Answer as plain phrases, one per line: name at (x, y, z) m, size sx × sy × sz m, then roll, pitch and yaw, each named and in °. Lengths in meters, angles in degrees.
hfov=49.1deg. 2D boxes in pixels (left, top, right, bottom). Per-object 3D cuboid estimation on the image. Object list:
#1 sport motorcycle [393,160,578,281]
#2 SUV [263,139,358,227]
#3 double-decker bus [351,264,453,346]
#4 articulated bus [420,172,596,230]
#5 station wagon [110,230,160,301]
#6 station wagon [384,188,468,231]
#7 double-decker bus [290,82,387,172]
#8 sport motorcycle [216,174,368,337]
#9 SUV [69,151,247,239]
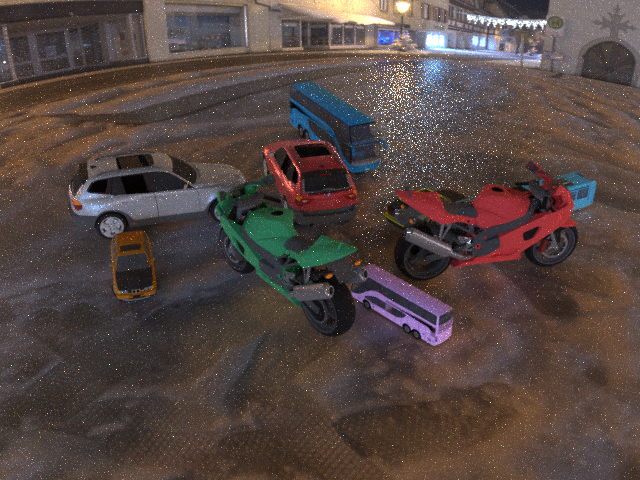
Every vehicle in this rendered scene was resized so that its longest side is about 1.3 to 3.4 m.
sport motorcycle at (2.489, -0.204, 10.337) m, size 2.955 × 1.596 × 0.983 m, roll -5°, pitch 30°, yaw -9°
SUV at (-0.225, -1.261, 12.676) m, size 1.276 × 1.128 × 3.058 m, roll -7°, pitch 30°, yaw -13°
double-decker bus at (1.070, 0.843, 9.557) m, size 0.389 × 0.541 × 1.672 m, roll -24°, pitch 37°, yaw -35°
articulated bus at (3.291, -0.556, 12.007) m, size 3.401 × 0.561 × 0.605 m, roll -14°, pitch 32°, yaw -23°
station wagon at (-2.818, 0.332, 10.528) m, size 0.682 × 0.473 × 1.597 m, roll -8°, pitch 31°, yaw -14°
station wagon at (1.900, -0.620, 12.208) m, size 1.597 × 0.473 × 0.682 m, roll -19°, pitch 35°, yaw -30°
double-decker bus at (0.271, -2.402, 14.766) m, size 0.756 × 1.052 × 3.251 m, roll -13°, pitch 32°, yaw -22°
sport motorcycle at (-0.536, 0.173, 9.670) m, size 0.983 × 1.596 × 2.955 m, roll -23°, pitch 37°, yaw -35°
SUV at (-2.748, -0.900, 12.040) m, size 3.058 × 1.128 × 1.276 m, roll -9°, pitch 31°, yaw -16°
